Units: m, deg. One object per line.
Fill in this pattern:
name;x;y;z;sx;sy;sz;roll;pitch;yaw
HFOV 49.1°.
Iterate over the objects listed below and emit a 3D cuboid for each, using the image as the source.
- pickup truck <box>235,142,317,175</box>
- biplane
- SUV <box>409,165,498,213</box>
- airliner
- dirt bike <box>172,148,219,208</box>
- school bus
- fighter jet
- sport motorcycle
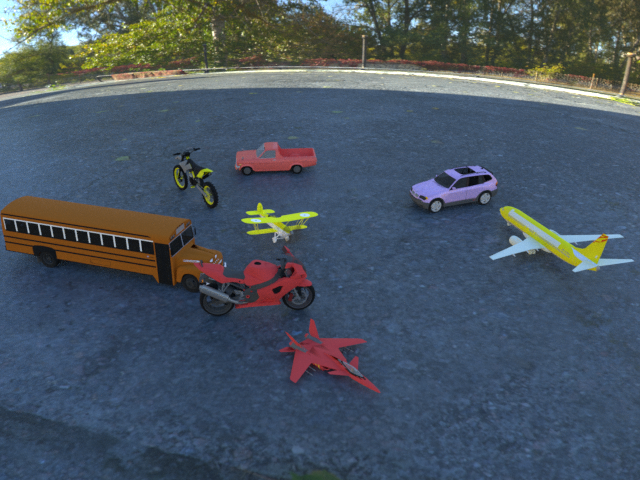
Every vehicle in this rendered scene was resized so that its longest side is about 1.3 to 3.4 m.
pickup truck;-0.864;-1.620;13.679;1.603;0.511;0.640;-2;27;-5
biplane;-0.698;-0.283;11.001;1.336;0.504;1.090;-17;31;-30
SUV;2.338;-0.927;12.209;1.572;0.580;0.656;-10;28;-19
airliner;3.409;-0.189;10.442;2.257;0.835;2.541;-9;28;-17
dirt bike;-2.222;-1.125;12.296;0.527;0.857;1.493;-20;33;-34
school bus;-2.955;0.017;10.020;3.322;0.844;0.709;8;28;16
fighter jet;0.188;1.352;7.965;1.147;0.286;1.358;-23;34;-38
sport motorcycle;-0.816;0.568;8.938;1.520;0.821;0.506;-3;27;-6
